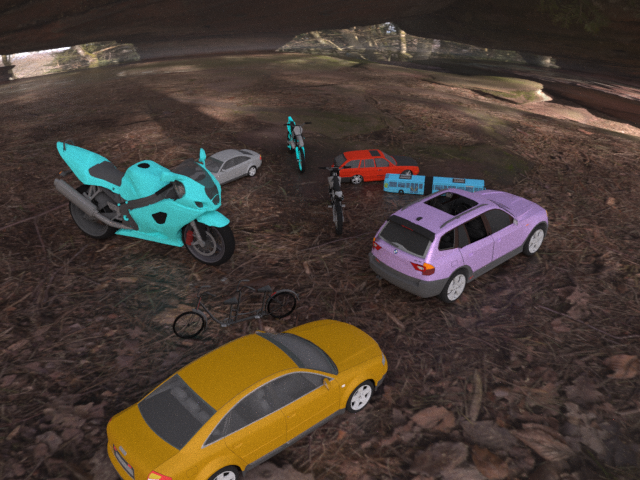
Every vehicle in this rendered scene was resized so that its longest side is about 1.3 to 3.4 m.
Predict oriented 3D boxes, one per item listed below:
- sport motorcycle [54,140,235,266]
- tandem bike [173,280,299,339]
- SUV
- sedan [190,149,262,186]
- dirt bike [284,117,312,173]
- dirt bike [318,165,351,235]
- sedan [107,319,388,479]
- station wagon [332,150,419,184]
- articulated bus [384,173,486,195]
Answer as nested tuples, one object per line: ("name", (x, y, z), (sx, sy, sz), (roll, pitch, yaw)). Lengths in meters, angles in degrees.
("sport motorcycle", (-2.565, -0.555, 10.258), (2.955, 1.596, 0.983), (12, 31, 21))
("tandem bike", (-1.033, 0.816, 8.735), (1.642, 0.682, 0.283), (-11, 31, -19))
("SUV", (2.066, -0.155, 10.021), (3.058, 1.128, 1.276), (-24, 37, -36))
("sedan", (-1.775, -1.326, 12.790), (0.635, 0.483, 1.613), (24, 37, 36))
("dirt bike", (-0.455, -1.893, 13.426), (0.527, 0.857, 1.493), (-6, 30, -11))
("dirt bike", (0.250, -0.732, 11.337), (0.527, 0.857, 1.493), (-2, 29, -4))
("sedan", (-0.620, 1.531, 7.183), (3.137, 0.940, 1.235), (-23, 36, -35))
("station wagon", (1.033, -1.390, 12.915), (1.597, 0.473, 0.682), (-5, 29, -9))
("articulated bus", (2.007, -0.948, 12.310), (1.749, 0.289, 0.311), (5, 29, 9))
